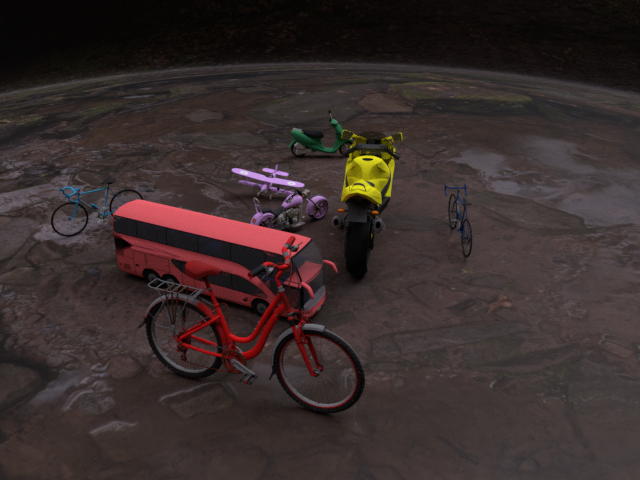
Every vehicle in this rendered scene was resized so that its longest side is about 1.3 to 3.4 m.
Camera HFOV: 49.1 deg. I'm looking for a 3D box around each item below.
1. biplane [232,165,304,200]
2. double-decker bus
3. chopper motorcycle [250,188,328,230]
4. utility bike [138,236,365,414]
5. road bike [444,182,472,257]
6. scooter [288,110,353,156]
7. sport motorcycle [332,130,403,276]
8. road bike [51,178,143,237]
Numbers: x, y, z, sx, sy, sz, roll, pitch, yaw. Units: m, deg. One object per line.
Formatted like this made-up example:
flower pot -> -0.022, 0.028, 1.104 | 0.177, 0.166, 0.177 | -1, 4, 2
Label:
biplane -> -0.905, -1.069, 12.816 | 1.336, 0.504, 1.090 | 5, 28, 10
double-decker bus -> -1.388, 0.261, 9.663 | 3.251, 1.052, 0.756 | 13, 30, 23
chopper motorcycle -> -0.482, -0.528, 11.498 | 1.563, 0.761, 0.466 | -22, 35, -36
utility bike -> -0.791, 0.855, 7.669 | 2.791, 1.839, 1.039 | 10, 29, 19
road bike -> 2.221, -0.364, 11.082 | 0.358, 0.852, 1.545 | -1, 27, -3
scooter -> 0.040, -2.155, 14.457 | 1.399, 0.919, 0.662 | -1, 27, -1
sport motorcycle -> 0.717, -0.679, 10.882 | 0.983, 1.596, 2.955 | 4, 28, 8
road bike -> -3.640, -0.565, 11.469 | 1.545, 0.852, 0.358 | -17, 32, -30
